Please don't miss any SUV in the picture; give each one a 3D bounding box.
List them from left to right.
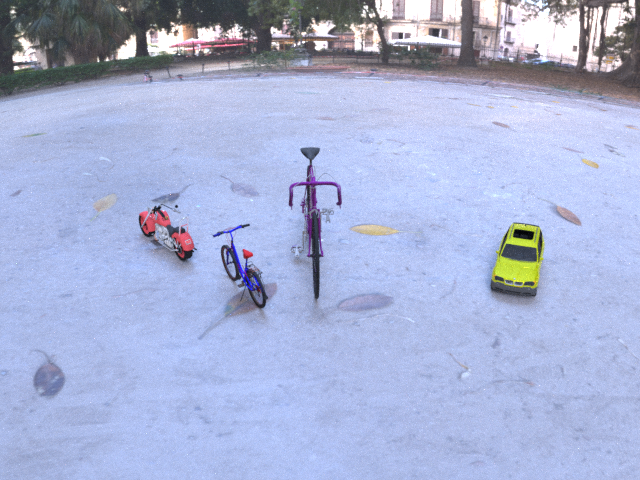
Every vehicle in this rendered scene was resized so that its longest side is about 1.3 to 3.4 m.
[{"bbox_3d":[2.856,0.242,10.008,0.656,0.580,1.572,9,27,18],"label":"SUV"}]

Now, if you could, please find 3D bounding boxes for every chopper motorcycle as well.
[{"bbox_3d":[-2.395,-0.222,10.753,0.466,0.761,1.563,-20,32,-35],"label":"chopper motorcycle"}]

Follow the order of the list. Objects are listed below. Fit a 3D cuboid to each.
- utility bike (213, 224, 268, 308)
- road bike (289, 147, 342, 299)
[{"bbox_3d":[-1.094,0.325,9.420,0.535,0.946,1.435,-14,30,-27],"label":"utility bike"},{"bbox_3d":[-0.111,-0.416,10.130,0.696,1.656,3.004,-1,26,-3],"label":"road bike"}]
